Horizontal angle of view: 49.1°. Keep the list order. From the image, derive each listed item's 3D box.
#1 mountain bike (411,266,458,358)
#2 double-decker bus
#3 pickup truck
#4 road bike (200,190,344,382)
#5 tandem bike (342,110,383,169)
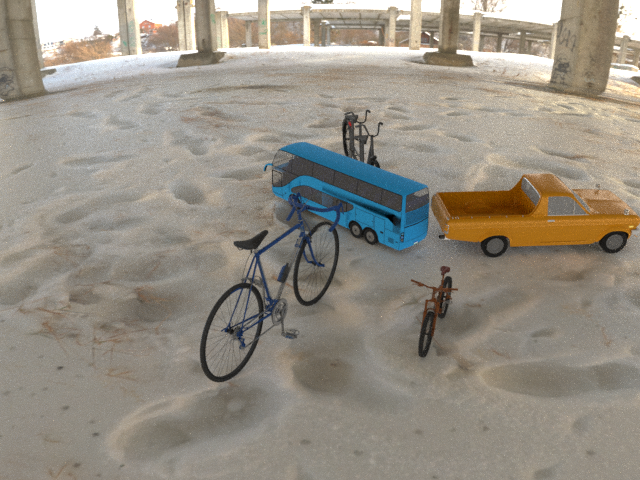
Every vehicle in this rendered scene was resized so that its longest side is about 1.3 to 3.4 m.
[{"bbox_3d":[1.450,0.799,8.680,0.573,0.868,1.469,11,29,20],"label":"mountain bike"},{"bbox_3d":[0.376,-0.811,11.638,0.756,1.052,3.251,-23,35,-38],"label":"double-decker bus"},{"bbox_3d":[3.357,-0.459,11.012,3.117,0.993,1.244,-2,27,-4],"label":"pickup truck"},{"bbox_3d":[-0.505,0.459,8.480,0.696,1.656,3.004,15,31,27],"label":"road bike"},{"bbox_3d":[0.773,-1.821,13.316,0.550,1.326,3.192,-5,27,-9],"label":"tandem bike"}]
